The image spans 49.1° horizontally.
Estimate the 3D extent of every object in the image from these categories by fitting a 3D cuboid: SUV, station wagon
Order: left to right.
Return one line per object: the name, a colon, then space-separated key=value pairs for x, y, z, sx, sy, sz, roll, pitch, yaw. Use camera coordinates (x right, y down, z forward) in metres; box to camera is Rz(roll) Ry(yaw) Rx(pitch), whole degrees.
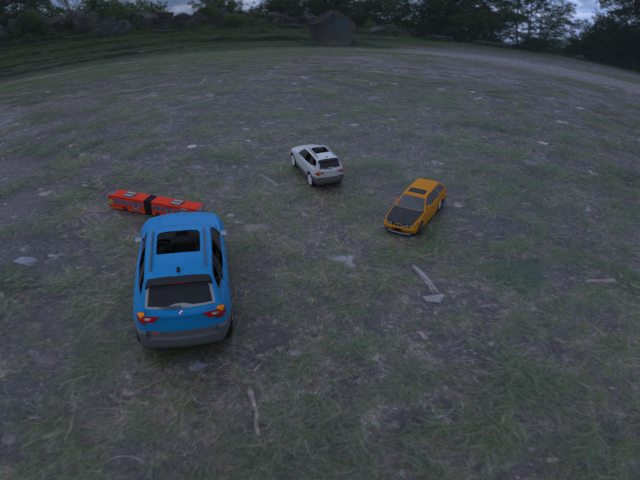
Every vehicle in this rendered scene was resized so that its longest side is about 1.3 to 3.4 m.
SUV: x=-1.883 y=0.307 z=9.606 sx=1.276 sy=1.128 sz=3.058 roll=-5 pitch=30 yaw=-8
SUV: x=-0.063 y=-1.534 z=13.386 sx=0.656 sy=0.580 sz=1.572 roll=-11 pitch=31 yaw=-18
station wagon: x=1.628 y=-0.610 z=11.874 sx=0.682 sy=0.473 sz=1.597 roll=15 pitch=33 yaw=24

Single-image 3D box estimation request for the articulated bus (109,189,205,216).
articulated bus: x=-2.802 y=-0.584 z=12.015 sx=1.749 sy=0.289 sz=0.311 roll=10 pitch=31 yaw=17
